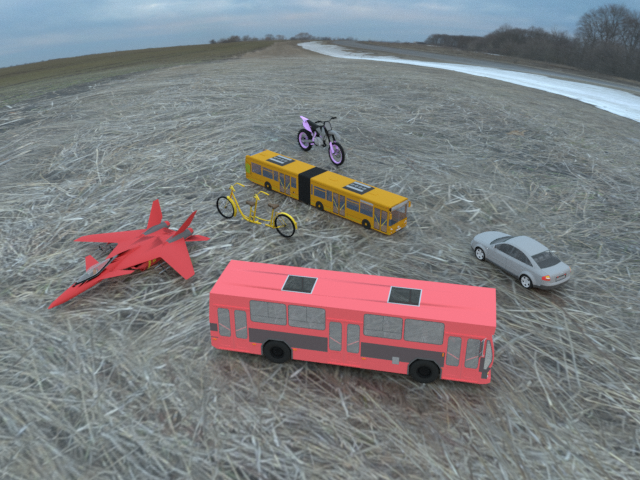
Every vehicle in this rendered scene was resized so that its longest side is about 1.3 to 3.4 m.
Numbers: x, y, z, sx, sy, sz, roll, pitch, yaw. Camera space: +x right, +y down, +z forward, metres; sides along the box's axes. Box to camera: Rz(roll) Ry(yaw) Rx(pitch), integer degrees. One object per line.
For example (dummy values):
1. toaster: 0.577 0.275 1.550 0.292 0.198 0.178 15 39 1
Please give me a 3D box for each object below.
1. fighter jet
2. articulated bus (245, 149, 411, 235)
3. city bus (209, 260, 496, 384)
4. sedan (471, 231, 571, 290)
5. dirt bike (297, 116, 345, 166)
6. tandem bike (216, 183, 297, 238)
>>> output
1. fighter jet: -2.858 0.207 10.009 2.229 0.557 2.640 16 32 27
2. articulated bus: 0.028 -0.880 12.044 3.401 0.561 0.605 23 36 36
3. city bus: 0.376 0.968 8.223 3.255 0.894 0.926 6 29 11
4. sedan: 2.860 0.204 10.092 0.635 0.483 1.613 -16 32 -28
5. dirt bike: 0.013 -2.032 13.891 0.527 0.857 1.493 -20 34 -33
6. tandem bike: -1.042 -0.497 11.197 1.642 0.682 0.283 17 33 29
